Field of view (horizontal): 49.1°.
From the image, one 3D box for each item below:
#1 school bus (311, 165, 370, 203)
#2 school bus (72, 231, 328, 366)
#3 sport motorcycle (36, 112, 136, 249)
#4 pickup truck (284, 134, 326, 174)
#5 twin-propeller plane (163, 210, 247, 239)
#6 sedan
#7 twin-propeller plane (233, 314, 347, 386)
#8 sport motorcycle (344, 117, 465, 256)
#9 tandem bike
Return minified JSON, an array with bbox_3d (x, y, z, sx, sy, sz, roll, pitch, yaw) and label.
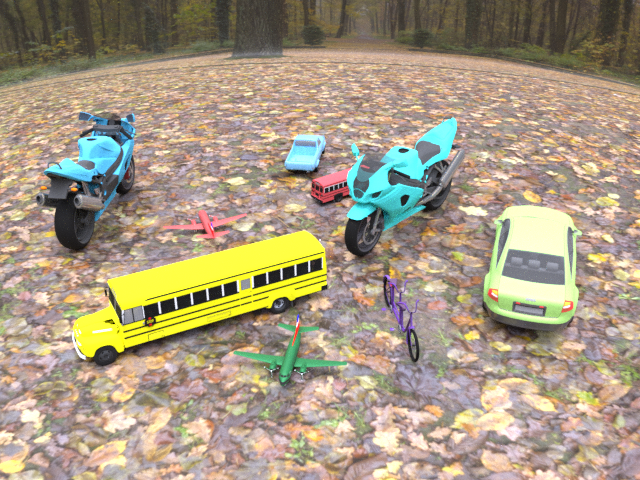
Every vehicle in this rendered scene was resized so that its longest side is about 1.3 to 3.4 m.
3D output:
[{"bbox_3d":[0.616,-1.066,12.669,1.708,0.434,0.365,-20,35,-32],"label":"school bus"},{"bbox_3d":[-1.507,0.692,9.051,3.322,0.844,0.709,-15,32,-25],"label":"school bus"},{"bbox_3d":[-3.669,-1.071,11.473,0.983,1.596,2.955,3,29,6],"label":"sport motorcycle"},{"bbox_3d":[-0.278,-1.766,13.860,0.640,0.511,1.603,4,29,7],"label":"pickup truck"},{"bbox_3d":[-1.827,-0.297,11.300,1.370,0.407,1.095,-10,30,-17],"label":"twin-propeller plane"},{"bbox_3d":[3.032,0.167,9.905,1.235,0.940,3.137,9,30,15],"label":"sedan"},{"bbox_3d":[-0.344,1.323,8.357,1.370,0.407,1.095,4,29,8],"label":"twin-propeller plane"},{"bbox_3d":[1.333,-0.891,11.147,0.983,1.596,2.955,21,35,33],"label":"sport motorcycle"},{"bbox_3d":[1.025,0.858,8.918,0.283,0.682,1.642,-5,29,-8],"label":"tandem bike"}]
